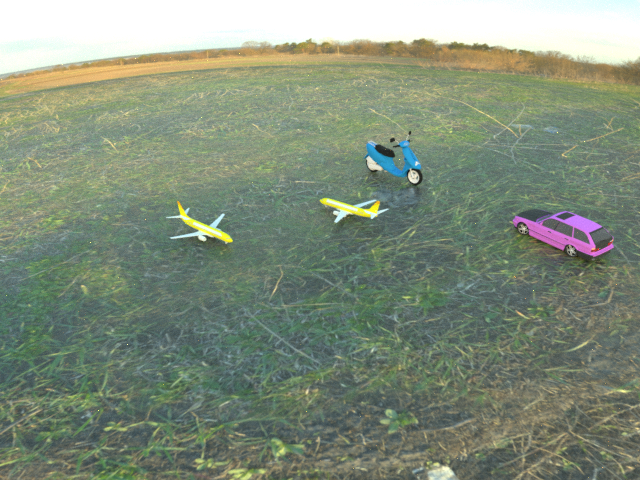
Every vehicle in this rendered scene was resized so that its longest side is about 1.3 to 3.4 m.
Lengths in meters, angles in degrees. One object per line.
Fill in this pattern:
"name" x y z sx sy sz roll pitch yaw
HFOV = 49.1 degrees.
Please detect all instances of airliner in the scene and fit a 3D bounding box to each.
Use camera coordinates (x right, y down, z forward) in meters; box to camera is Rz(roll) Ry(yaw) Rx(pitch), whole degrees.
"airliner" -1.889 -0.277 11.378 1.307 0.429 1.161 21 34 34
"airliner" 0.505 -0.628 12.058 1.307 0.429 1.161 20 34 34

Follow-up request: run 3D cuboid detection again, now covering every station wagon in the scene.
"station wagon" 3.846 -0.188 11.158 0.682 0.473 1.597 -19 33 -32

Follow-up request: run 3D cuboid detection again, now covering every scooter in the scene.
"scooter" 1.406 -1.624 13.455 1.399 0.919 0.662 22 35 36
